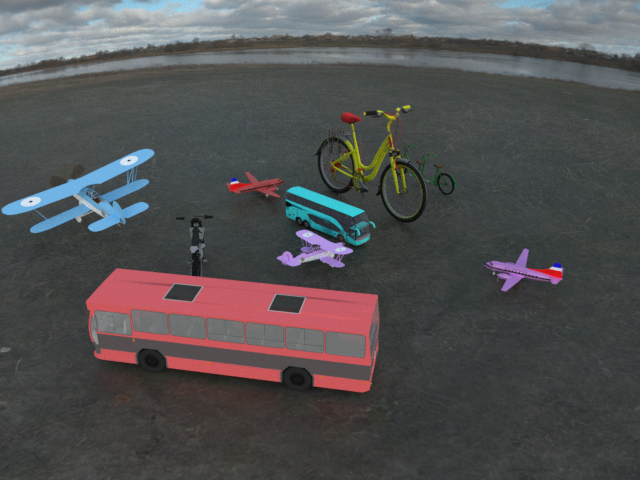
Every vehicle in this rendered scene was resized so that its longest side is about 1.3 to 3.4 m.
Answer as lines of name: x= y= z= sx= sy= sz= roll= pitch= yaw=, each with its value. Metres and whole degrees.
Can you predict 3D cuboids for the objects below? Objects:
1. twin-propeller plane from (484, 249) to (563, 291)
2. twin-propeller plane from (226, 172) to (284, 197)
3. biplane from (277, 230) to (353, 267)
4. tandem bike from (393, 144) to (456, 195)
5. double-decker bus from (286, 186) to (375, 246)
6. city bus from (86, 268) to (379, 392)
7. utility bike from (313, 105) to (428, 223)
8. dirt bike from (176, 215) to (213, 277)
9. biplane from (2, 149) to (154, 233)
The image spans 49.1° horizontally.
twin-propeller plane: x=2.868 y=0.404 z=9.905 sx=1.095 sy=0.407 sz=1.370 roll=13 pitch=30 yaw=24
twin-propeller plane: x=-1.136 y=-1.025 z=12.719 sx=1.095 sy=0.407 sz=1.370 roll=-15 pitch=30 yaw=-27
biplane: x=-0.091 y=0.192 z=10.214 sx=1.090 sy=0.504 sz=1.336 roll=-16 pitch=31 yaw=-29
tandem bike: x=1.918 y=-1.348 z=13.051 sx=0.283 sy=0.682 sz=1.642 roll=-20 pitch=33 yaw=-34
double-decker bus: x=0.124 y=-0.388 z=11.316 sx=1.672 sy=0.541 sz=0.389 roll=23 pitch=35 yaw=38
city bus: x=-0.978 y=1.049 z=8.097 sx=3.255 sy=0.894 sz=0.926 roll=5 pitch=27 yaw=10
utility bike: x=0.887 y=-1.479 z=12.031 sx=1.039 sy=1.839 sz=2.791 roll=-21 pitch=34 yaw=-35
dirt bike: x=-1.761 y=0.120 z=9.967 sx=0.527 sy=0.857 sz=1.493 roll=-3 pitch=27 yaw=-6
biplane: x=-3.659 y=-0.615 z=11.278 sx=2.598 sy=0.981 sz=2.120 roll=-21 pitch=34 yaw=-36
